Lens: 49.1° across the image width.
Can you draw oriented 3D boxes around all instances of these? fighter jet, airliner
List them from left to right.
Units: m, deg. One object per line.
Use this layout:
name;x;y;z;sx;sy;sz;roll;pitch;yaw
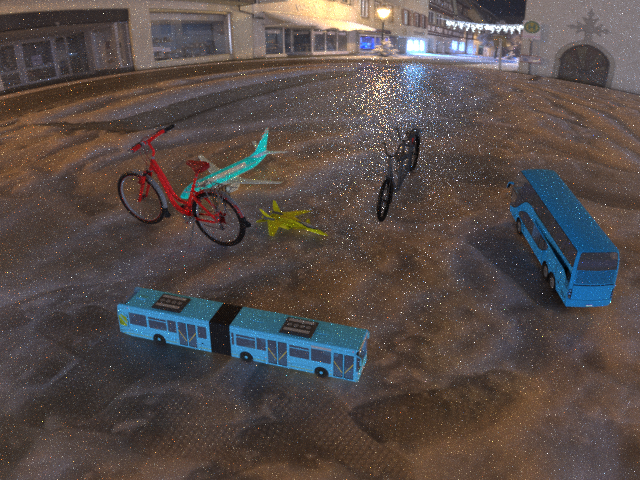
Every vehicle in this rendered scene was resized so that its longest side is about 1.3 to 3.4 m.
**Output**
airliner;-1.806;-1.488;13.766;2.257;0.835;2.541;21;35;32
fighter jet;-0.421;-0.335;12.256;1.358;0.286;1.147;18;34;29

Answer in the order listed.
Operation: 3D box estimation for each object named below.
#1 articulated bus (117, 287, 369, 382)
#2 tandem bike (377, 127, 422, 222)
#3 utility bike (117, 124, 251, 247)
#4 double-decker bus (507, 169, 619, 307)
articulated bus;-1.036;1.213;9.187;3.401;0.561;0.605;9;30;15
tandem bike;1.544;-1.484;13.255;0.550;1.326;3.192;10;31;17
utility bike;-2.391;-0.829;11.546;2.791;1.839;1.039;15;32;25
double-decker bus;3.775;-0.164;11.159;0.756;1.052;3.251;-1;29;-1
